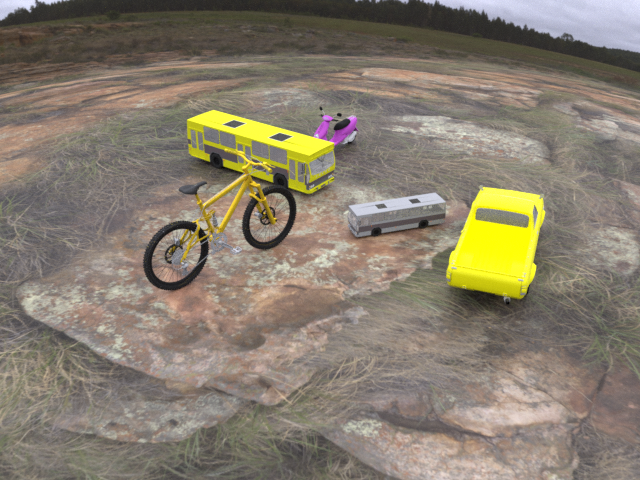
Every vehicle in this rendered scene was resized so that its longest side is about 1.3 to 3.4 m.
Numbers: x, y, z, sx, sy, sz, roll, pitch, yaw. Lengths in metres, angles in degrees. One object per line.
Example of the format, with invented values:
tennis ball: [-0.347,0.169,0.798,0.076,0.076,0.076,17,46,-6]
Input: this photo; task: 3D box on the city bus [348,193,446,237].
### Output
city bus: [1.327,-0.421,12.081,1.674,0.460,0.476,-9,31,-16]

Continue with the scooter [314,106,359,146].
scooter: [0.333,-2.416,15.178,1.399,0.919,0.662,-25,38,-37]

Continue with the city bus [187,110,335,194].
city bus: [-1.237,-1.773,14.054,3.255,0.894,0.926,20,35,32]

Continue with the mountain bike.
mountain bike: [-1.450,-0.324,10.651,2.857,1.688,1.114,-25,38,-37]

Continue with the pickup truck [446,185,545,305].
pickup truck: [2.821,-0.101,10.964,1.244,0.993,3.117,10,31,18]
